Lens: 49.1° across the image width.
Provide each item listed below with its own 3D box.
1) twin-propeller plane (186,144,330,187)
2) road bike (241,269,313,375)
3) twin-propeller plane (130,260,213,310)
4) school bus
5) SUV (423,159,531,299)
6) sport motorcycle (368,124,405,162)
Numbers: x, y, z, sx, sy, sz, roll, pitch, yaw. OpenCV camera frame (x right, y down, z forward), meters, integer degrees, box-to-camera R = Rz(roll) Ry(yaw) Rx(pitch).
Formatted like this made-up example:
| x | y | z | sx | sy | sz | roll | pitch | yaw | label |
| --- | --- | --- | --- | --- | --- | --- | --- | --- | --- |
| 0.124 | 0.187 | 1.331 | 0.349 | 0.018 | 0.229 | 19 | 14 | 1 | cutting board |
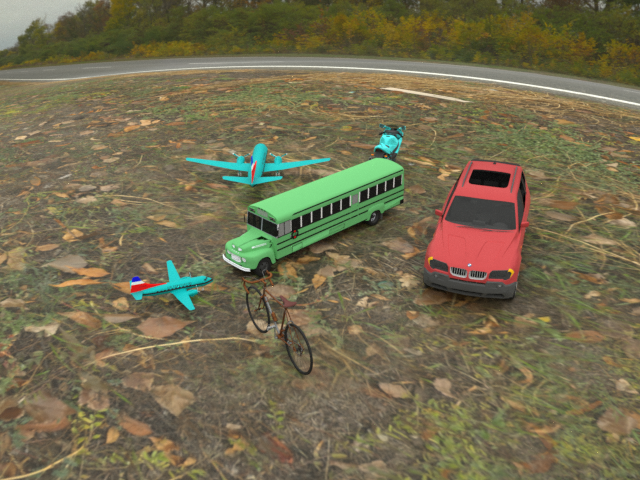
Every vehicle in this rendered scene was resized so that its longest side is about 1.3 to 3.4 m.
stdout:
| x | y | z | sx | sy | sz | roll | pitch | yaw | label |
| --- | --- | --- | --- | --- | --- | --- | --- | --- | --- |
| -1.141 | -1.457 | 12.704 | 2.663 | 0.792 | 2.129 | 0 | 27 | 0 | twin-propeller plane |
| -0.496 | 0.911 | 8.042 | 0.358 | 0.852 | 1.545 | -16 | 31 | -29 | road bike |
| -1.936 | 0.569 | 9.191 | 1.095 | 0.407 | 1.370 | -11 | 29 | -20 | twin-propeller plane |
| -0.025 | -0.415 | 10.624 | 3.322 | 0.844 | 0.709 | -24 | 36 | -39 | school bus |
| 2.324 | -0.257 | 10.008 | 1.276 | 1.128 | 3.058 | 9 | 29 | 16 | SUV |
| 1.244 | -1.629 | 13.007 | 0.506 | 0.821 | 1.520 | 8 | 28 | 16 | sport motorcycle |
